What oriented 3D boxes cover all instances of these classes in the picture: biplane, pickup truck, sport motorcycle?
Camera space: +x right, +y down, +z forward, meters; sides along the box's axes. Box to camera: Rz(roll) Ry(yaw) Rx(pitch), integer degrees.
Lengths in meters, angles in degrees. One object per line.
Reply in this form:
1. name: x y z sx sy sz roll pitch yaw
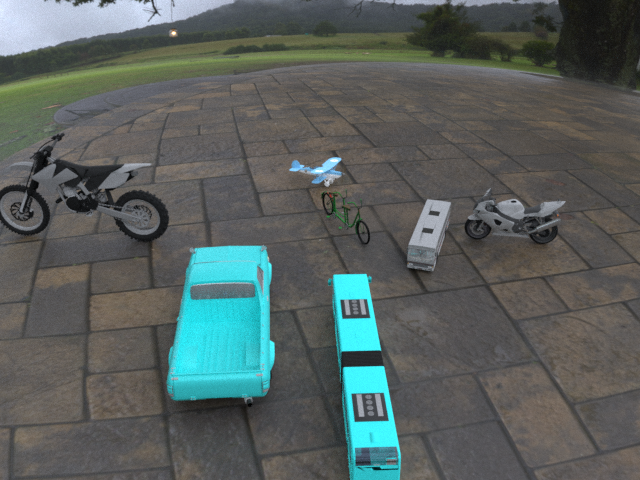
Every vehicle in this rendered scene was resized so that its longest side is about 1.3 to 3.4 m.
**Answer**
1. biplane: -0.029 -1.319 13.425 1.090 0.504 1.336 10 30 17
2. pickup truck: -1.217 0.879 8.950 1.244 0.993 3.117 -2 29 -3
3. sport motorcycle: 3.130 -0.345 11.337 1.520 0.821 0.506 4 29 7

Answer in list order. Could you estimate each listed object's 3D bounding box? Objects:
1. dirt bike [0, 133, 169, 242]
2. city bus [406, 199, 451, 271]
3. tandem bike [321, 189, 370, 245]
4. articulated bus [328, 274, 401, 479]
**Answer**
1. dirt bike: -3.887 -0.755 11.205 2.903 1.666 1.024 2 29 4
2. city bus: 1.764 -0.086 11.242 0.476 0.460 1.674 9 30 15
3. tandem bike: 0.416 -0.507 11.774 0.283 0.682 1.642 -14 32 -24
4. articulated bus: 0.481 1.485 8.299 0.605 0.561 3.401 -1 29 -2
